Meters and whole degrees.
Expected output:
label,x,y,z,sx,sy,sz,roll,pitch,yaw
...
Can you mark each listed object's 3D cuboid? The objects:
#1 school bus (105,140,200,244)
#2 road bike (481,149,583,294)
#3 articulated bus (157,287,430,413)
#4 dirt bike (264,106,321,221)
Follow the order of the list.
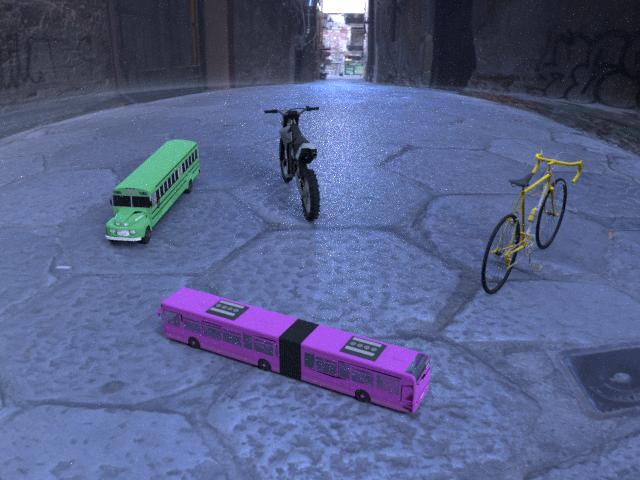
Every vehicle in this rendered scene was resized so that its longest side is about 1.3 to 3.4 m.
label,x,y,z,sx,sy,sz,roll,pitch,yaw
school bus,-2.947,-0.926,12.547,0.709,0.844,3.322,3,25,7
road bike,3.092,-0.330,10.295,0.696,1.656,3.004,18,30,34
articulated bus,-0.401,1.230,8.230,3.401,0.561,0.605,12,28,25
dirt bike,-0.438,-1.538,12.892,1.024,1.666,2.903,-6,26,-13
